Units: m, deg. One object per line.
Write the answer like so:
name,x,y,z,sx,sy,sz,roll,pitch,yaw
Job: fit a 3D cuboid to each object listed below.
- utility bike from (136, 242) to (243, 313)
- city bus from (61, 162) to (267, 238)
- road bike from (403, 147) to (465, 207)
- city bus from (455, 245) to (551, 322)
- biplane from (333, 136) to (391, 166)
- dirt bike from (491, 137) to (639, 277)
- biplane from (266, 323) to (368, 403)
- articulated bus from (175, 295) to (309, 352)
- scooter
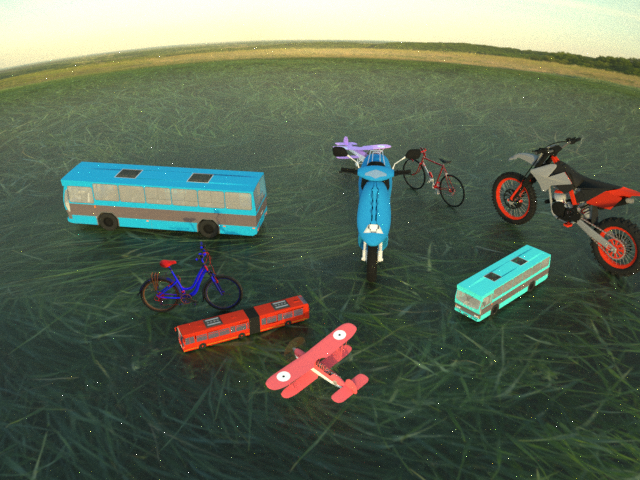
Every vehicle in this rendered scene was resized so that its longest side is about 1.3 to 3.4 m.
utility bike,-1.769,0.528,9.450,1.435,0.946,0.535,-2,29,-3
city bus,-2.564,-0.664,11.686,3.255,0.894,0.926,4,29,7
road bike,2.041,-1.158,12.635,0.358,0.852,1.545,-20,35,-33
city bus,2.578,0.601,9.822,1.674,0.460,0.476,-23,36,-36
biplane,0.772,-1.806,14.184,1.336,0.504,1.090,-15,32,-25
dirt bike,3.800,-0.621,10.802,1.024,1.666,2.903,-19,34,-30
biplane,0.026,1.520,8.094,1.336,0.504,1.090,-24,37,-37
articulated bus,-0.987,1.078,9.128,1.749,0.289,0.311,-13,31,-22
scooter,0.846,-0.698,10.819,1.288,1.786,2.721,2,29,4
